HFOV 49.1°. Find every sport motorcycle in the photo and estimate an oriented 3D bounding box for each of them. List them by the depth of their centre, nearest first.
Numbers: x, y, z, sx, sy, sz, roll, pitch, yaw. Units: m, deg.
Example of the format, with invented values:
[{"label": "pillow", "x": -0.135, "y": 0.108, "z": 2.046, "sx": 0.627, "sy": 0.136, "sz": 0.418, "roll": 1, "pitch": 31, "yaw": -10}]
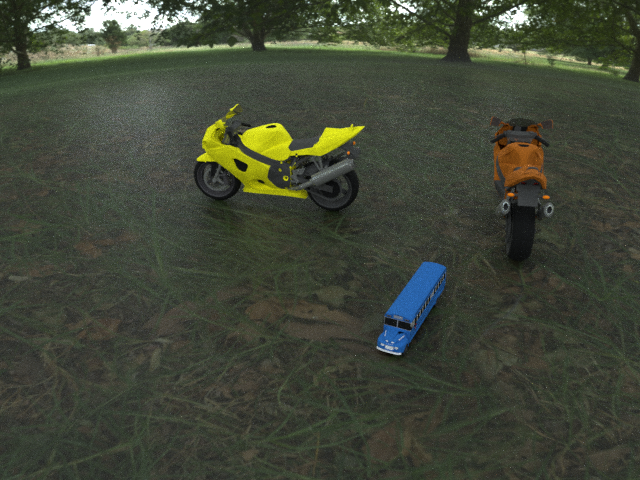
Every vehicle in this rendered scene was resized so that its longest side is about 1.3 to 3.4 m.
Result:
[{"label": "sport motorcycle", "x": 3.088, "y": -0.889, "z": 10.871, "sx": 0.983, "sy": 1.596, "sz": 2.955, "roll": 5, "pitch": 28, "yaw": 9}, {"label": "sport motorcycle", "x": -0.737, "y": -1.323, "z": 11.710, "sx": 2.955, "sy": 1.596, "sz": 0.983, "roll": 6, "pitch": 28, "yaw": 11}]

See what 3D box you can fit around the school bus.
[{"label": "school bus", "x": 1.168, "y": 0.841, "z": 8.792, "sx": 0.365, "sy": 0.434, "sz": 1.708, "roll": 13, "pitch": 30, "yaw": 23}]
